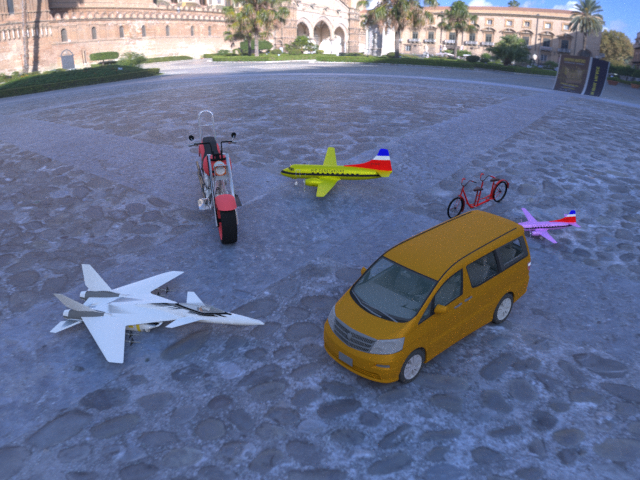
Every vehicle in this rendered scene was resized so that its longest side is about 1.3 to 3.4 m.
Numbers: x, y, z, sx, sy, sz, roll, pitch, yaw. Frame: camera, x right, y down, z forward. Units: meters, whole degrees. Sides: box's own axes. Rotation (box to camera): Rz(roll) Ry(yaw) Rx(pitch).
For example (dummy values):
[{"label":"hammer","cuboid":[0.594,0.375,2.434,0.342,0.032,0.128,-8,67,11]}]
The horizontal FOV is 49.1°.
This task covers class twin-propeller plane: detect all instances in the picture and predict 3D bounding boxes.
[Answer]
[{"label":"twin-propeller plane","cuboid":[3.676,-0.282,11.470,1.095,0.407,1.370,-3,26,-6]},{"label":"twin-propeller plane","cuboid":[0.302,-1.377,13.260,2.129,0.792,2.663,2,26,5]}]

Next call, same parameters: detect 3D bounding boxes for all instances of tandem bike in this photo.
[{"label":"tandem bike","cuboid":[2.808,-0.841,12.296,1.642,0.682,0.283,-19,32,-34]}]

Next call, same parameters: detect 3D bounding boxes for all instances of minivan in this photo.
[{"label":"minivan","cuboid":[1.391,0.621,8.740,3.011,1.197,1.324,-22,34,-38]}]

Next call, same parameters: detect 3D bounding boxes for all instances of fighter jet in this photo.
[{"label":"fighter jet","cuboid":[-2.012,0.830,9.041,2.640,0.557,2.229,4,26,8]}]

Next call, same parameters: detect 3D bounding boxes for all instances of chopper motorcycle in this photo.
[{"label":"chopper motorcycle","cuboid":[-1.777,-1.143,12.005,0.906,1.480,3.040,-6,27,-13]}]
